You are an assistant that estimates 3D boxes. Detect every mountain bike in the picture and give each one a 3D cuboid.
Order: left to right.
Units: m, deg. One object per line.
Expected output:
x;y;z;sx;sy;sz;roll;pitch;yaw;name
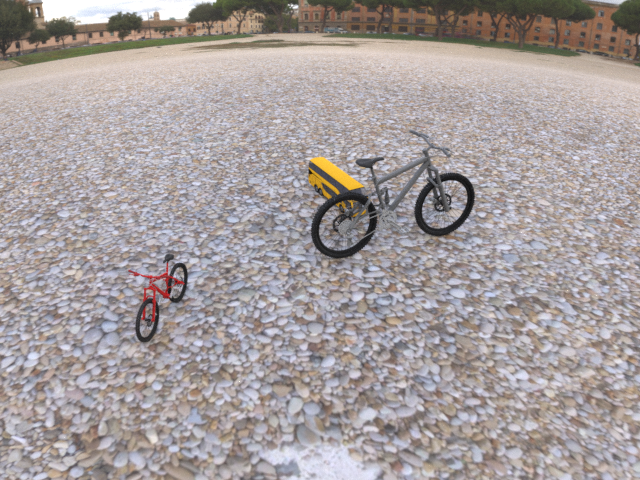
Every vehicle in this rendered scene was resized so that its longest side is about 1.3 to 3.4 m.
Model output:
-2.081;0.670;9.211;0.573;0.868;1.469;7;30;13;mountain bike
1.185;-0.649;10.717;2.857;1.688;1.114;-12;32;-20;mountain bike

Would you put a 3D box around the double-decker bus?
0.310;-0.940;12.404;0.389;0.541;1.672;-15;33;-24;double-decker bus
